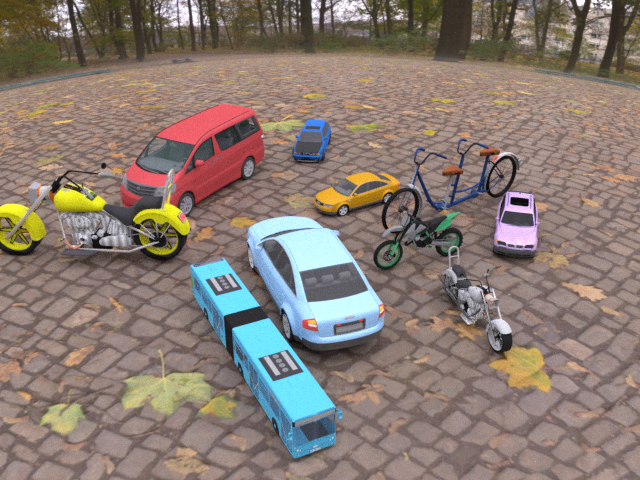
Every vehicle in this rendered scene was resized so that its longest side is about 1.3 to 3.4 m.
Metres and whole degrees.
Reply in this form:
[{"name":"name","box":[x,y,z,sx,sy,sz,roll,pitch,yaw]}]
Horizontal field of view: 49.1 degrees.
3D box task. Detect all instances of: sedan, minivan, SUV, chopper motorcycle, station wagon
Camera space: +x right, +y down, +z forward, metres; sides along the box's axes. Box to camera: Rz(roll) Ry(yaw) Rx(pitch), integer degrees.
[{"name":"sedan","box":[0.636,-0.848,12.071,1.613,0.483,0.635,-17,33,-28]},{"name":"minivan","box":[-2.224,-1.454,12.440,1.324,1.197,3.011,15,32,26]},{"name":"SUV","box":[3.067,-0.273,10.910,0.656,0.580,1.572,7,29,13]},{"name":"sedan","box":[-0.165,0.342,9.399,1.235,0.940,3.137,-10,30,-17]},{"name":"chopper motorcycle","box":[-3.412,-0.404,10.210,3.040,1.480,0.906,3,29,6]},{"name":"station wagon","box":[-0.151,-2.066,14.326,0.682,0.473,1.597,4,29,7]},{"name":"chopper motorcycle","box":[1.984,0.733,8.867,0.466,0.761,1.563,-9,30,-16]}]

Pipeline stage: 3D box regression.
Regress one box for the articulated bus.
[{"name":"articulated bus","box":[-0.781,1.208,8.201,0.605,0.561,3.401,-13,31,-23]}]

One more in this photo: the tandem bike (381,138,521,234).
[{"name":"tandem bike","box":[2.251,-1.031,11.526,3.192,1.326,0.550,-19,34,-31]}]

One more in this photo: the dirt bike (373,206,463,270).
[{"name":"dirt bike","box":[1.460,-0.043,10.197,1.493,0.857,0.527,-11,30,-20]}]
